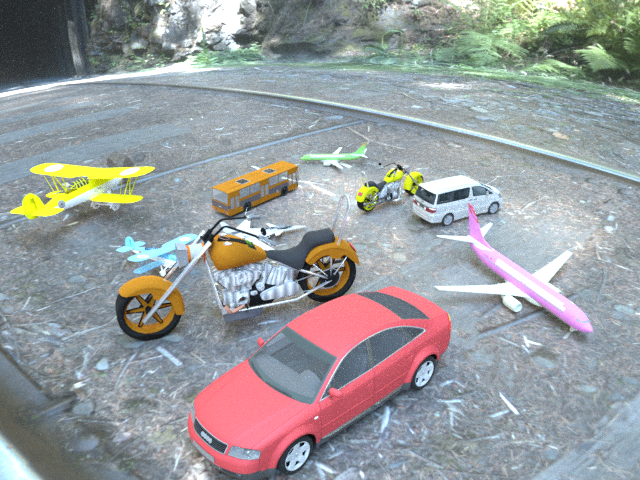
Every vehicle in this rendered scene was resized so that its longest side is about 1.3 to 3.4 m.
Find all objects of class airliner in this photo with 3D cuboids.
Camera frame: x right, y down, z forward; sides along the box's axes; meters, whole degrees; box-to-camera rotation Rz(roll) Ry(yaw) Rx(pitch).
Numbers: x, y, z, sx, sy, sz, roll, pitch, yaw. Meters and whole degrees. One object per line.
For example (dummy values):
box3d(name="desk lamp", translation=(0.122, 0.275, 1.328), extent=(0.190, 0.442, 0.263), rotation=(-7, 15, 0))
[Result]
box3d(name="airliner", translation=(0.269, -1.691, 13.569), extent=(1.307, 0.429, 1.161), rotation=(0, 27, 1))
box3d(name="airliner", translation=(2.639, 0.345, 9.129), extent=(2.257, 0.835, 2.541), rotation=(-12, 30, -23))

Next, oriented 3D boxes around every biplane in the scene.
box3d(name="biplane", translation=(-2.292, 0.190, 9.796), extent=(1.090, 0.504, 1.336), rotation=(13, 30, 25))
box3d(name="biplane", translation=(-3.858, -0.761, 11.138), extent=(2.598, 0.981, 2.120), rotation=(14, 30, 25))

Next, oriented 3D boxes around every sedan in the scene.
box3d(name="sedan", translation=(0.086, 1.268, 7.204), extent=(3.137, 0.940, 1.235), rotation=(-23, 35, -37))

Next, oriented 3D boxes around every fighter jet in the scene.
box3d(name="fighter jet", translation=(-0.836, -0.168, 10.740), extent=(1.358, 0.286, 1.147), rotation=(-11, 29, -20))

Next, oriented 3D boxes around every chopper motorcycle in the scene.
box3d(name="chopper motorcycle", translation=(1.203, -0.967, 11.785), extent=(1.563, 0.761, 0.466), rotation=(-22, 35, -37))
box3d(name="chopper motorcycle", translation=(-0.955, 0.311, 8.485), extent=(3.040, 1.480, 0.906), rotation=(-9, 28, -17))

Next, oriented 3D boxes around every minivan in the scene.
box3d(name="minivan", translation=(2.280, -0.703, 11.427), extent=(1.548, 0.616, 0.681), rotation=(-14, 30, -25))

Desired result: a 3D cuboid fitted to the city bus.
box3d(name="city bus", translation=(-1.076, -0.879, 11.942), extent=(0.476, 0.460, 1.674), rotation=(22, 34, 36))
